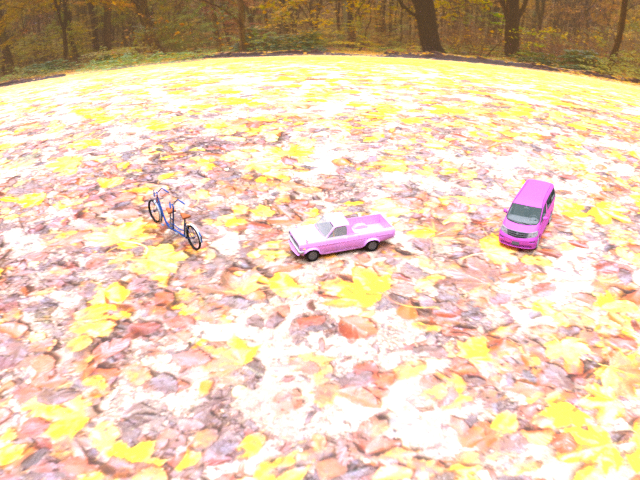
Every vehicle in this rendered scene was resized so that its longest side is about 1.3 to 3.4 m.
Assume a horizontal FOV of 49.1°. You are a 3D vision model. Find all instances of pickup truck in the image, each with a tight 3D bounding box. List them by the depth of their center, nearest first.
[{"bbox_3d":[0.329,-0.121,10.701,1.603,0.511,0.640,-9,30,-17],"label":"pickup truck"}]

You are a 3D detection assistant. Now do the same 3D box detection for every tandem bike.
[{"bbox_3d":[-2.306,-0.369,10.980,0.283,0.682,1.642,-22,35,-35],"label":"tandem bike"}]

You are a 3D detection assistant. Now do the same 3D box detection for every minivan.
[{"bbox_3d":[3.319,-0.417,11.140,0.681,0.616,1.548,14,31,24],"label":"minivan"}]
